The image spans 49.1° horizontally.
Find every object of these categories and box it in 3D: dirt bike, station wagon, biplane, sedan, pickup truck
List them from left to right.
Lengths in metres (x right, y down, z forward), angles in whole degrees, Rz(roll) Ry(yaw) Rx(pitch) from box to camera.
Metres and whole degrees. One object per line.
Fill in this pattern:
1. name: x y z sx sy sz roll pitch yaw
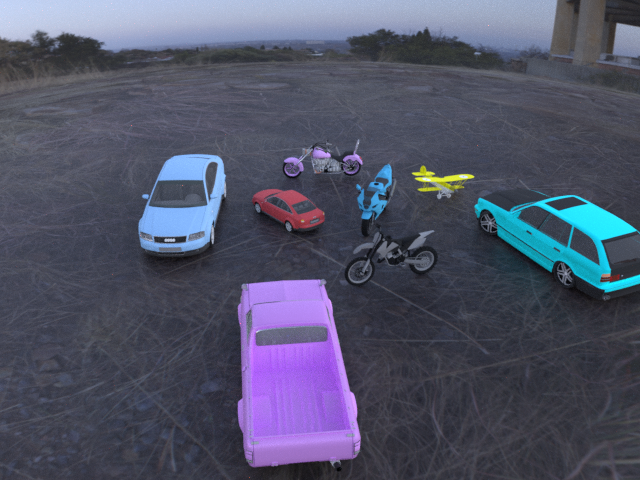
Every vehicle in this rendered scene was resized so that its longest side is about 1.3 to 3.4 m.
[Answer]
1. sedan: -2.300 -0.752 11.915 1.235 0.940 3.137 0 28 -1
2. sedan: -0.575 -0.597 12.108 0.635 0.483 1.613 -21 34 -34
3. pickup truck: -0.325 1.307 8.006 1.244 0.993 3.117 -3 28 -6
4. dirt bike: 1.061 0.213 10.196 1.493 0.857 0.527 -10 30 -17
5. biplane: 2.205 -1.078 12.986 1.336 0.504 1.090 -16 32 -27
6. station wagon: 3.708 -0.193 10.889 1.327 0.920 3.105 -12 31 -22

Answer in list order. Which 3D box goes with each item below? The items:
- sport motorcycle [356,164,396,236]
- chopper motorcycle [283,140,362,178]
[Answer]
1. sport motorcycle: 0.959 -0.688 11.920 0.506 0.821 1.520 9 30 17
2. chopper motorcycle: 0.048 -1.585 13.663 1.563 0.761 0.466 -1 28 -2
